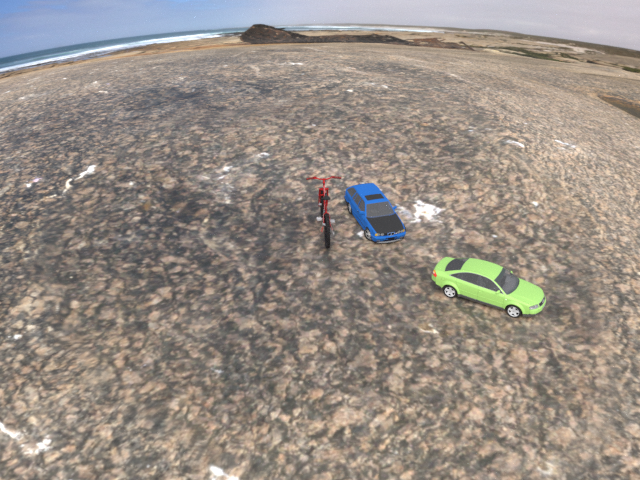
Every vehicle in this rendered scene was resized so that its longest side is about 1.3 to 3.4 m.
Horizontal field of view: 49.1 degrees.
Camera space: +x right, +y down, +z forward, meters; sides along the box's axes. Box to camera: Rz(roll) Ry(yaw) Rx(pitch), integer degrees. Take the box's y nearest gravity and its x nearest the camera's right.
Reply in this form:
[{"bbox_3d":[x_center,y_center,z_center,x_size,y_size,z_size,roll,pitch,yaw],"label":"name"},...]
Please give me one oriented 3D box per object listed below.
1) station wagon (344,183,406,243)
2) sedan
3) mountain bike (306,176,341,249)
[{"bbox_3d":[0.914,-0.502,11.758,0.682,0.473,1.597,-9,32,-14],"label":"station wagon"},{"bbox_3d":[2.381,0.607,9.888,1.613,0.483,0.635,17,35,26],"label":"sedan"},{"bbox_3d":[0.082,-0.510,11.386,0.573,0.868,1.469,-2,31,-4],"label":"mountain bike"}]
